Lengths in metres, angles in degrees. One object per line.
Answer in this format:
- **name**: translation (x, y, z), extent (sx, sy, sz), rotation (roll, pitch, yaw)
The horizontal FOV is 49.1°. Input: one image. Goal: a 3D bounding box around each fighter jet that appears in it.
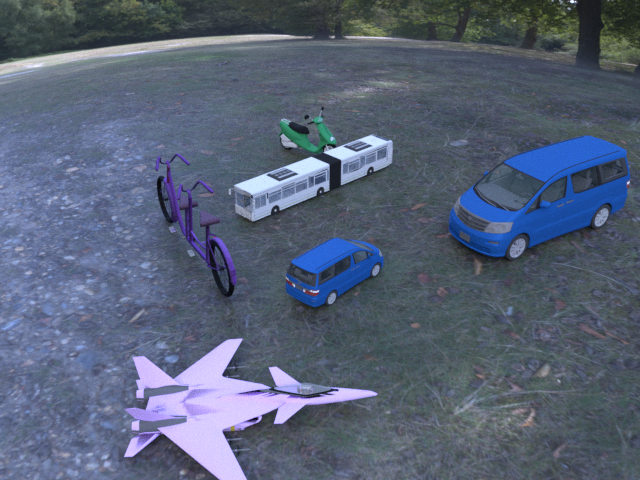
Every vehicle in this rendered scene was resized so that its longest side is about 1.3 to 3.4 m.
- **fighter jet**: translation (-0.683, 1.608, 7.408), extent (2.640, 0.557, 2.229), rotation (-4, 30, -6)

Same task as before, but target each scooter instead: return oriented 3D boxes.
- **scooter**: translation (-0.240, -2.081, 13.503), extent (1.399, 0.919, 0.662), rotation (17, 34, 27)

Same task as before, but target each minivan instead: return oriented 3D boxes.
- **minivan**: translation (3.409, -0.708, 10.818), extent (3.011, 1.197, 1.324), rotation (-17, 34, -27)
- **minivan**: translation (0.237, 0.342, 9.566), extent (0.681, 0.616, 1.548), rotation (24, 38, 36)

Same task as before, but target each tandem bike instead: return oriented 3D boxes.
- **tandem bike**: translation (-1.862, -0.347, 10.057), extent (0.550, 1.326, 3.192), rotation (-15, 33, -25)

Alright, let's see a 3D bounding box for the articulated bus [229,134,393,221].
- **articulated bus**: translation (-0.037, -1.141, 12.218), extent (3.401, 0.561, 0.605), rotation (-25, 38, -37)
